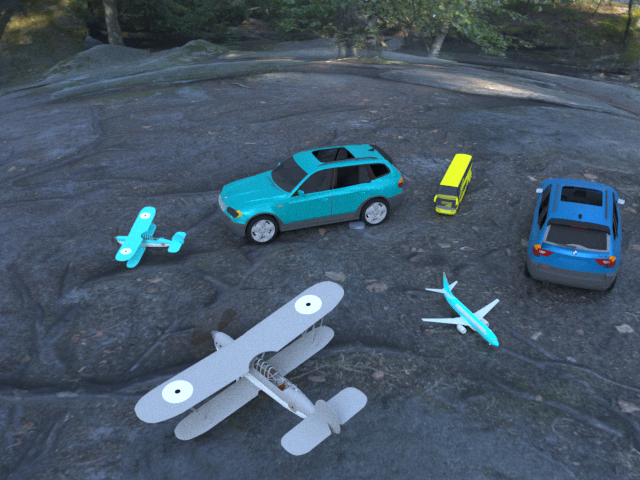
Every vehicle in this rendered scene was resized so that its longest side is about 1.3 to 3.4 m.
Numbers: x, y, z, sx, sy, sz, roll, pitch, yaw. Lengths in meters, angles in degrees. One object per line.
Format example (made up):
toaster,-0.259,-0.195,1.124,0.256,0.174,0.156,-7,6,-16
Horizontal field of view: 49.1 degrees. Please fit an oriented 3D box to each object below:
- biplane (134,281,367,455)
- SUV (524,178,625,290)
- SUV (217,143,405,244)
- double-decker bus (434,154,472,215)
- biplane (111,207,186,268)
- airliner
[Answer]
biplane,-0.546,1.459,7.241,2.598,0.981,2.120,-23,36,-36
SUV,3.803,-0.316,10.384,1.276,1.128,3.058,10,30,17
SUV,-0.134,-0.843,11.363,3.058,1.128,1.276,-9,30,-17
double-decker bus,2.355,-0.974,12.226,0.389,0.541,1.672,10,30,18
biplane,-2.555,0.027,10.406,1.090,0.504,1.336,3,28,6
airliner,1.887,0.880,8.898,1.161,0.429,1.307,-12,30,-20
